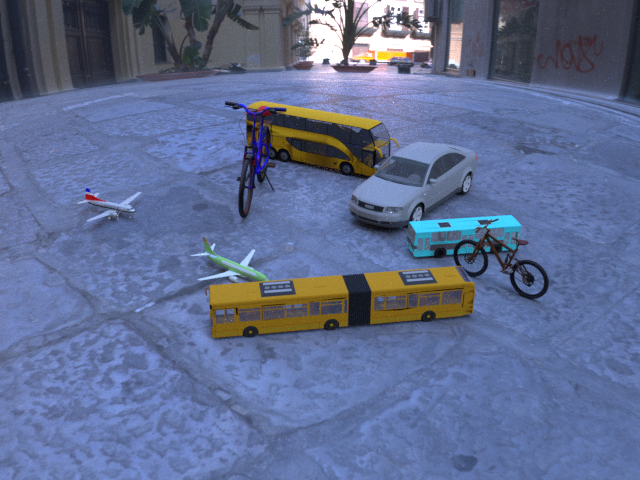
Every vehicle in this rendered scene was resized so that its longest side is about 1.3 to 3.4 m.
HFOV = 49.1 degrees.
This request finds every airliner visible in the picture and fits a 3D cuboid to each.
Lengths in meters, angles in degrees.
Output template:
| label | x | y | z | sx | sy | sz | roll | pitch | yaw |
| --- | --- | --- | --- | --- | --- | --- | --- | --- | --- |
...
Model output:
| label | x | y | z | sx | sy | sz | roll | pitch | yaw |
| --- | --- | --- | --- | --- | --- | --- | --- | --- | --- |
| airliner | -1.225 | 0.306 | 10.039 | 1.307 | 0.429 | 1.161 | 18 | 32 | 33 |

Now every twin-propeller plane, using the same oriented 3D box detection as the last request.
| label | x | y | z | sx | sy | sz | roll | pitch | yaw |
| --- | --- | --- | --- | --- | --- | --- | --- | --- | --- |
| twin-propeller plane | -3.584 | -0.624 | 11.958 | 1.095 | 0.407 | 1.370 | 11 | 28 | 22 |

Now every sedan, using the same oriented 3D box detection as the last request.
| label | x | y | z | sx | sy | sz | roll | pitch | yaw |
| --- | --- | --- | --- | --- | --- | --- | --- | --- | --- |
| sedan | 1.700 | -1.110 | 12.344 | 1.235 | 0.940 | 3.137 | 18 | 32 | 33 |

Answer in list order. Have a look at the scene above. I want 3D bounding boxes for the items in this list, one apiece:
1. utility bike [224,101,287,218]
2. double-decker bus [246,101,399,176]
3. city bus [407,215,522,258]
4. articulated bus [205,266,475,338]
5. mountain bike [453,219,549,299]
| label | x | y | z | sx | sy | sz | roll | pitch | yaw |
| --- | --- | --- | --- | --- | --- | --- | --- | --- | --- |
| utility bike | -1.039 | -1.618 | 12.358 | 1.039 | 1.839 | 2.791 | 2 | 26 | 5 |
| double-decker bus | -0.035 | -2.044 | 14.119 | 3.251 | 1.052 | 0.756 | 15 | 30 | 28 |
| city bus | 2.198 | -0.044 | 10.717 | 1.674 | 0.460 | 0.476 | -4 | 26 | -8 |
| articulated bus | 0.267 | 0.776 | 8.932 | 3.401 | 0.561 | 0.605 | -4 | 26 | -8 |
| mountain bike | 2.484 | 0.255 | 9.645 | 1.469 | 0.868 | 0.573 | 22 | 34 | 38 |
